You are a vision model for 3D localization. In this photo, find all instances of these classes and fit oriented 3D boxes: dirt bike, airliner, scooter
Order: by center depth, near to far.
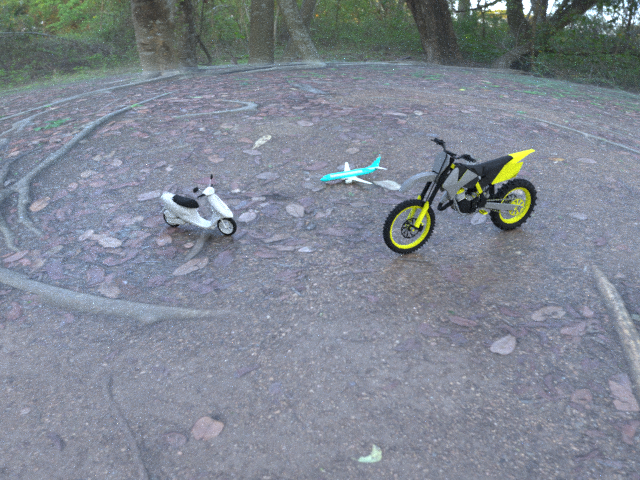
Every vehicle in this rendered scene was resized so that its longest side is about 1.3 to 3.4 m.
[{"bbox_3d":[2.285,-0.716,10.977,2.903,1.666,1.024,-12,30,-22],"label":"dirt bike"},{"bbox_3d":[-2.024,-0.564,11.487,1.399,0.919,0.662,9,29,16],"label":"scooter"},{"bbox_3d":[0.611,-1.367,13.525,1.307,0.429,1.161,-11,30,-19],"label":"airliner"}]
